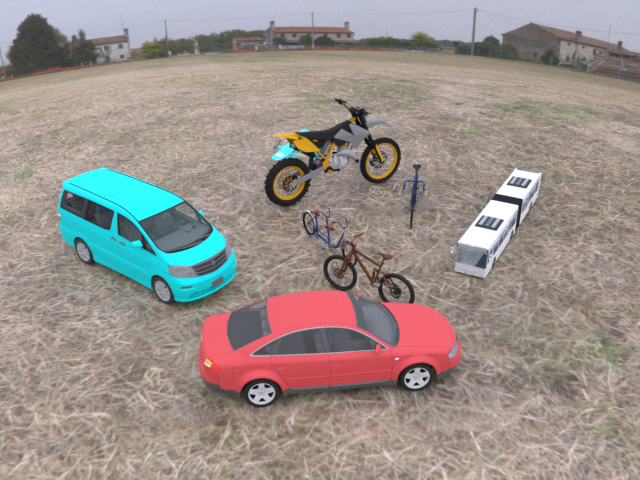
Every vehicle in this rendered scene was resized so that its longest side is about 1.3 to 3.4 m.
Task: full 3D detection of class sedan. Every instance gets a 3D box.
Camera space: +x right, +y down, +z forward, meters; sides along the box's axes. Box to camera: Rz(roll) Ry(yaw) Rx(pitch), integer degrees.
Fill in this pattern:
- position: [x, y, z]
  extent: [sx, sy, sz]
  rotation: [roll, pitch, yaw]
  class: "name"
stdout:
- position: [0.131, 1.155, 8.307]
  extent: [3.137, 0.940, 1.235]
  rotation: [-4, 28, -7]
  class: "sedan"

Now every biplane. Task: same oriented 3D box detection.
- position: [-0.447, -1.790, 14.307]
  extent: [1.090, 0.504, 1.336]
  rotation: [14, 31, 24]
  class: "biplane"

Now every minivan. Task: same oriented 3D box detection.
- position: [-2.611, -0.123, 10.437]
  extent: [3.011, 1.197, 1.324]
  rotation: [20, 34, 33]
  class: "minivan"

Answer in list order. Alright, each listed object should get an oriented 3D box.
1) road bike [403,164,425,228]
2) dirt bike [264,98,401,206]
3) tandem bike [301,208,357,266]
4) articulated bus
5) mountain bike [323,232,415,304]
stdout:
- position: [1.636, -0.824, 12.120]
  extent: [0.358, 0.852, 1.545]
  rotation: [5, 28, 9]
  class: "road bike"
- position: [0.288, -1.604, 12.721]
  extent: [2.903, 1.666, 1.024]
  rotation: [-15, 32, -26]
  class: "dirt bike"
- position: [0.128, -0.162, 11.057]
  extent: [0.283, 0.682, 1.642]
  rotation: [-16, 32, -27]
  class: "tandem bike"
- position: [3.005, -0.373, 11.582]
  extent: [0.605, 0.561, 3.401]
  rotation: [14, 31, 25]
  class: "articulated bus"
- position: [0.665, 0.452, 9.705]
  extent: [1.469, 0.868, 0.573]
  rotation: [18, 33, 30]
  class: "mountain bike"
